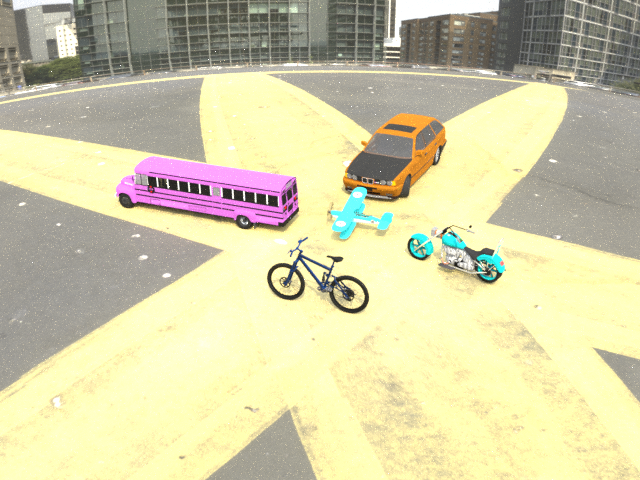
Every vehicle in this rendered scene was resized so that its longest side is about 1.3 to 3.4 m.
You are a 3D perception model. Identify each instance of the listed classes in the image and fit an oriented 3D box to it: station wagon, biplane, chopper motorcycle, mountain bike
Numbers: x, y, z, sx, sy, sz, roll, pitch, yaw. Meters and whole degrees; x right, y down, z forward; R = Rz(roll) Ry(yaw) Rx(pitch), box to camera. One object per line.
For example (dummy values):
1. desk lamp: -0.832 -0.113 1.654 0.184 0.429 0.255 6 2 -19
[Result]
1. station wagon: 1.504 -1.725 13.595 1.327 0.920 3.105 13 30 23
2. biplane: 0.637 -0.357 11.397 1.090 0.504 1.336 9 29 18
3. chopper motorcycle: 1.974 0.111 10.210 1.563 0.761 0.466 21 34 35
4. mountain bike: -0.040 0.504 9.331 1.469 0.868 0.573 10 29 19

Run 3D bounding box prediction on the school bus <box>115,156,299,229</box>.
1. school bus: -2.016 -0.845 11.972 3.322 0.844 0.709 10 29 18
